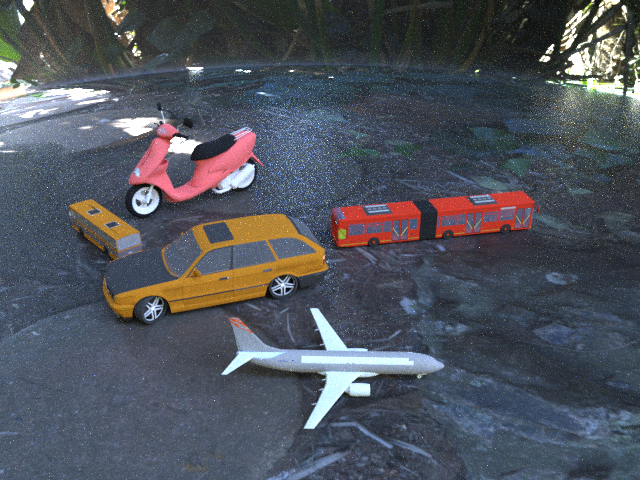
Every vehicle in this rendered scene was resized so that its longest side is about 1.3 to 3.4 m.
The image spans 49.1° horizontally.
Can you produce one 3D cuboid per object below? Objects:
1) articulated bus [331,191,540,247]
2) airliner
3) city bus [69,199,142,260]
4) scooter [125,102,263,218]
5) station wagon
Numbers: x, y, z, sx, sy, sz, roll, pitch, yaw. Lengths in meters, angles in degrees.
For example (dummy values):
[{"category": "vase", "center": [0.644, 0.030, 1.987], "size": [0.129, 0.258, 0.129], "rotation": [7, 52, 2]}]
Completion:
[{"category": "articulated bus", "center": [1.886, -0.350, 11.524], "size": [3.401, 0.561, 0.605], "rotation": [-6, 28, -11]}, {"category": "airliner", "center": [0.189, 1.261, 8.134], "size": [2.541, 0.835, 2.257], "rotation": [0, 28, 1]}, {"category": "city bus", "center": [-3.456, -0.147, 11.244], "size": [0.476, 0.460, 1.674], "rotation": [-22, 35, -36]}, {"category": "scooter", "center": [-2.215, -1.478, 12.366], "size": [2.721, 1.786, 1.288], "rotation": [-19, 33, -32]}, {"category": "station wagon", "center": [-1.481, 0.301, 9.886], "size": [3.105, 0.920, 1.327], "rotation": [-10, 29, -18]}]
